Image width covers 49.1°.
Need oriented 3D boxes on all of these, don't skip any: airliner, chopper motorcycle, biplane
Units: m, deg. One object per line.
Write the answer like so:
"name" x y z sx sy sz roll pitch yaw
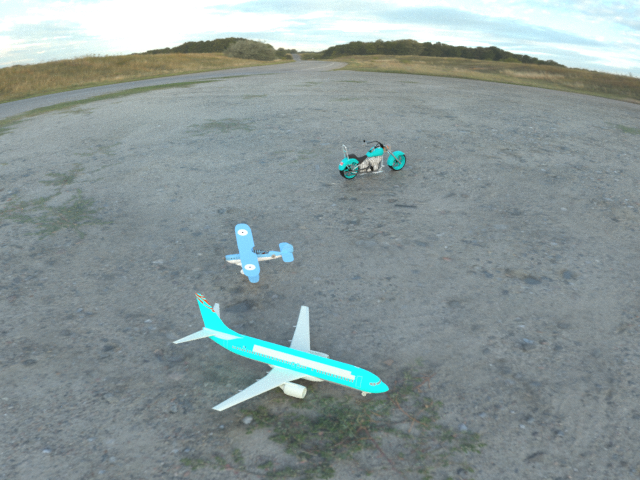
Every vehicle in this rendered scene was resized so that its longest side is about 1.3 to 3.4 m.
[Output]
"airliner" -0.391 1.237 8.215 2.541 0.835 2.257 11 29 21
"chopper motorcycle" 1.069 -1.656 14.036 1.563 0.761 0.466 -14 30 -26
"biplane" -0.935 0.246 10.548 1.090 0.504 1.336 -6 27 -11
